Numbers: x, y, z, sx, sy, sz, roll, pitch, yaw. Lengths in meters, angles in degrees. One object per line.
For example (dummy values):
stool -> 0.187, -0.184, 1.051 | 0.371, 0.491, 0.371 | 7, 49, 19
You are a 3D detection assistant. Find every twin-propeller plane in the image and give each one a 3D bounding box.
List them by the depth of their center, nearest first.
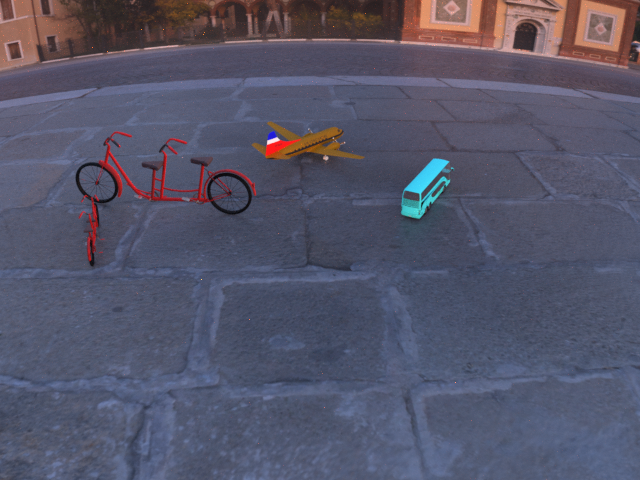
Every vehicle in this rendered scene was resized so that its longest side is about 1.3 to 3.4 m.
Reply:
twin-propeller plane -> -0.270, -1.980, 13.720 | 2.663, 0.792, 2.129 | 27, 39, 37

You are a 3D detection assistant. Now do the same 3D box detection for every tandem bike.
tandem bike -> -3.522, -0.217, 10.813 | 0.283, 0.682, 1.642 | -6, 31, -10
tandem bike -> -2.632, -1.103, 11.690 | 3.192, 1.326, 0.550 | 5, 31, 8

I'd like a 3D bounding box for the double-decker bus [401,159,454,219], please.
double-decker bus -> 1.876, -0.929, 12.169 | 0.389, 0.541, 1.672 | 15, 33, 24
